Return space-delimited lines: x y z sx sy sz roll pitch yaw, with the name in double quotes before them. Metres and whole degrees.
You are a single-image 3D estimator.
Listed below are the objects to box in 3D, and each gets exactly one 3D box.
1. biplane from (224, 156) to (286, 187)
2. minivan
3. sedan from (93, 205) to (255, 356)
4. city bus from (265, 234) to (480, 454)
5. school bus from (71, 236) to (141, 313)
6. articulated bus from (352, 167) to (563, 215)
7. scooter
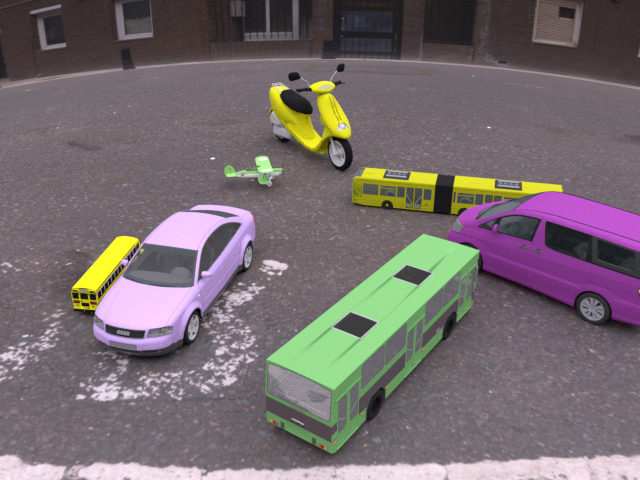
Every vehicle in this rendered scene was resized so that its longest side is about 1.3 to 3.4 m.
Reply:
"biplane" -1.154 -1.208 12.487 1.090 0.504 1.336 -4 28 -8
"minivan" 3.153 0.051 9.344 3.011 1.197 1.324 25 36 38
"sedan" -1.799 0.321 9.107 1.235 0.940 3.137 7 29 14
"city bus" 0.721 1.023 7.818 0.926 0.894 3.255 18 33 31
"school bus" -2.812 0.401 9.498 0.365 0.434 1.708 4 28 8
"articulated bus" 2.241 -0.740 11.534 3.401 0.561 0.605 6 28 12
"scooter" -0.228 -2.513 13.594 1.288 1.786 2.721 -19 33 -32
